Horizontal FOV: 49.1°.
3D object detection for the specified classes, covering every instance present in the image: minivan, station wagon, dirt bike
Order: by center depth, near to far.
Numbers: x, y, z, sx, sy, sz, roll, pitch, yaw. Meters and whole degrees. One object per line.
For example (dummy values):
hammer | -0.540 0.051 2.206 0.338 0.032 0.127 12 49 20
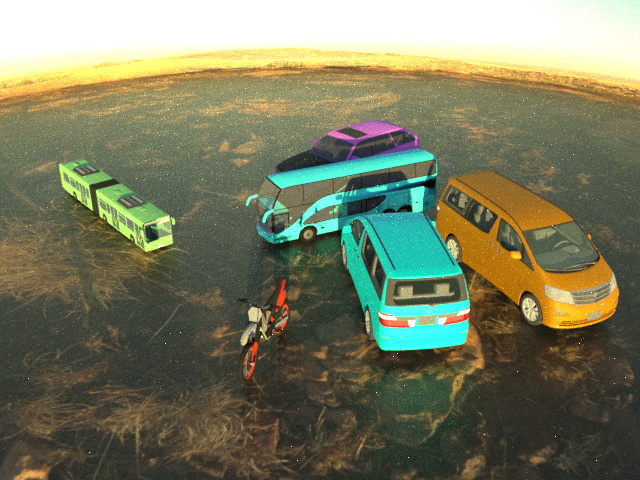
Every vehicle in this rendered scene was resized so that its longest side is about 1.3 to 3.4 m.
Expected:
dirt bike | -0.648 1.018 8.336 0.527 0.857 1.493 9 28 17
minivan | 1.043 0.283 9.405 1.324 1.197 3.011 -3 27 -7
minivan | 2.844 0.047 9.869 1.324 1.197 3.011 -11 29 -21
station wagon | 0.552 -1.617 13.441 3.105 0.920 1.327 -21 34 -35

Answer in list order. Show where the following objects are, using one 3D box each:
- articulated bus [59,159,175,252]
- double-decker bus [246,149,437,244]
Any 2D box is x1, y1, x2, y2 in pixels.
articulated bus | -3.555 -0.664 11.965 0.605 0.561 3.401 -21 34 -35
double-decker bus | 0.432 -0.734 11.562 3.251 1.052 0.756 -13 30 -23
